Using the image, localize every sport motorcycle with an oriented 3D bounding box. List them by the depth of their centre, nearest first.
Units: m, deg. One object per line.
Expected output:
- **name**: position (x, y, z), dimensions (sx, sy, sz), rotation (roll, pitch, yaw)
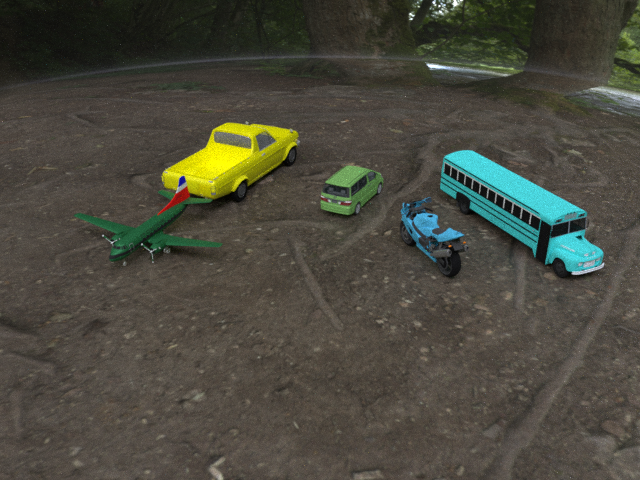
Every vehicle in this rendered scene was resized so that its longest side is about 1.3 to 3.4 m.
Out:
- **sport motorcycle**: position (1.621, -0.067, 10.328), dimensions (0.506, 0.821, 1.520), rotation (-13, 31, -23)

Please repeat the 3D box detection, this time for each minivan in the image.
- **minivan**: position (0.588, -0.950, 12.202), dimensions (0.681, 0.616, 1.548), rotation (14, 31, 24)

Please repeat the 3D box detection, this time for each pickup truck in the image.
- **pickup truck**: position (-1.554, -1.572, 12.966), dimensions (1.244, 0.993, 3.117), rotation (13, 31, 23)

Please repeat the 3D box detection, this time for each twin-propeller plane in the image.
- **twin-propeller plane**: position (-2.584, -0.297, 10.791), dimensions (2.663, 0.792, 2.129), rotation (11, 30, 20)

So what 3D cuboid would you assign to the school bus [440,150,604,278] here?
- **school bus**: position (3.124, -0.492, 11.100), dimensions (0.709, 0.844, 3.322), rotation (-13, 31, -22)
